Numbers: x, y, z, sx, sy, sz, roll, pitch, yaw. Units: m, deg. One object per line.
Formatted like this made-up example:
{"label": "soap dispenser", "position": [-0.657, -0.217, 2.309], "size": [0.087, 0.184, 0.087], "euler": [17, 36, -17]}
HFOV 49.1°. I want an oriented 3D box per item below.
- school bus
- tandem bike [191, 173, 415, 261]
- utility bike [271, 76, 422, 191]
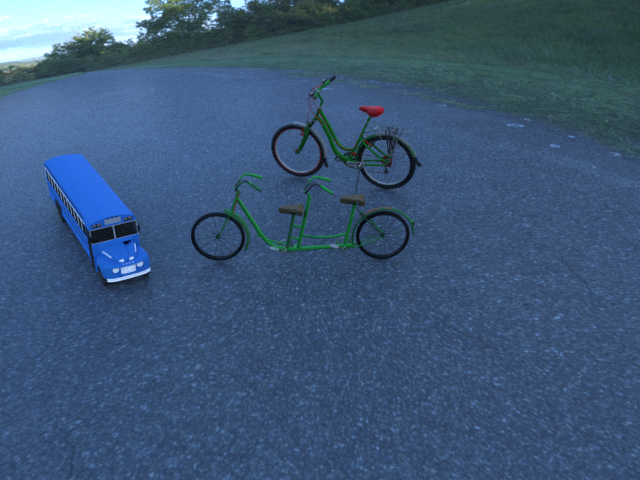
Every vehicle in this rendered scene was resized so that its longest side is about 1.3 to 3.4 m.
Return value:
{"label": "school bus", "position": [-3.404, -0.385, 10.541], "size": [0.709, 0.844, 3.322], "euler": [-16, 32, -27]}
{"label": "tandem bike", "position": [-0.239, -0.296, 9.855], "size": [3.192, 1.326, 0.550], "euler": [-1, 28, -1]}
{"label": "utility bike", "position": [0.392, -1.779, 12.116], "size": [2.791, 1.839, 1.039], "euler": [9, 29, 17]}
